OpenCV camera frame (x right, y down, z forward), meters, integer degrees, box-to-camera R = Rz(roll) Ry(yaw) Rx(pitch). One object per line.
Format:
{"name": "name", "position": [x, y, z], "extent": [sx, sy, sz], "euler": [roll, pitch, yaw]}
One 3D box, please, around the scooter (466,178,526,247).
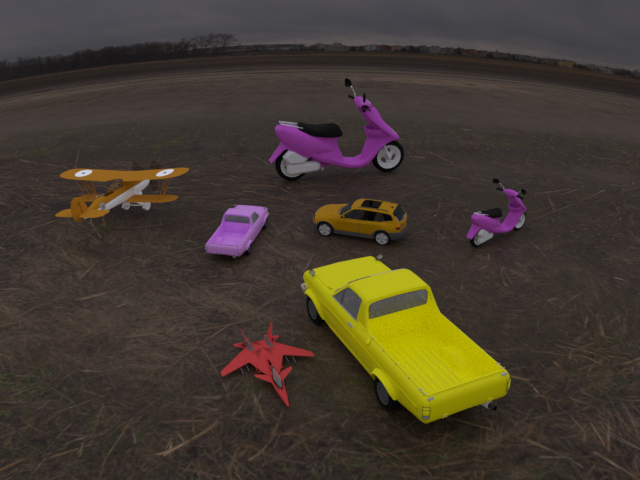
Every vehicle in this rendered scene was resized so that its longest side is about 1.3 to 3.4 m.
{"name": "scooter", "position": [2.895, -0.438, 11.272], "extent": [1.399, 0.919, 0.662], "euler": [-19, 33, -33]}

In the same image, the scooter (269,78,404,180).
{"name": "scooter", "position": [0.360, -2.068, 13.489], "extent": [2.721, 1.786, 1.288], "euler": [-6, 28, -12]}

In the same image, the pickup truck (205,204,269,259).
{"name": "pickup truck", "position": [-1.310, -0.200, 11.256], "extent": [0.640, 0.511, 1.603], "euler": [6, 28, 11]}

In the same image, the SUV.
{"name": "SUV", "position": [0.661, -0.368, 11.506], "extent": [1.572, 0.580, 0.656], "euler": [9, 29, 17]}

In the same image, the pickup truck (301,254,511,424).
{"name": "pickup truck", "position": [0.882, 0.995, 8.408], "extent": [1.244, 0.993, 3.117], "euler": [-12, 30, -22]}

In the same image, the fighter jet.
{"name": "fighter jet", "position": [-0.583, 1.467, 8.263], "extent": [1.147, 0.286, 1.358], "euler": [-9, 29, -18]}

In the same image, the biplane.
{"name": "biplane", "position": [-3.501, -0.769, 11.848], "extent": [2.598, 0.981, 2.120], "euler": [10, 29, 19]}
